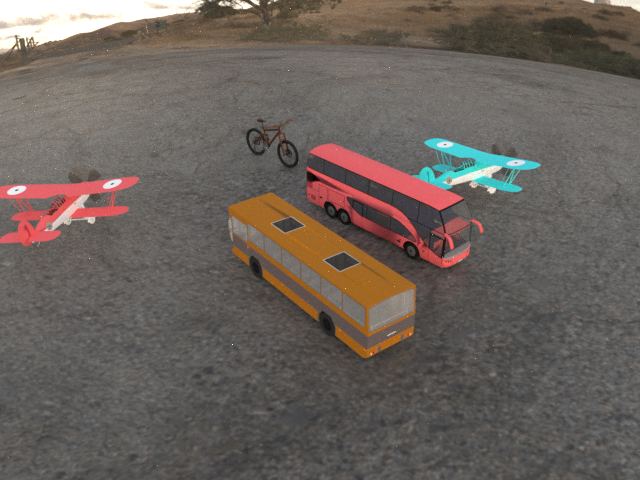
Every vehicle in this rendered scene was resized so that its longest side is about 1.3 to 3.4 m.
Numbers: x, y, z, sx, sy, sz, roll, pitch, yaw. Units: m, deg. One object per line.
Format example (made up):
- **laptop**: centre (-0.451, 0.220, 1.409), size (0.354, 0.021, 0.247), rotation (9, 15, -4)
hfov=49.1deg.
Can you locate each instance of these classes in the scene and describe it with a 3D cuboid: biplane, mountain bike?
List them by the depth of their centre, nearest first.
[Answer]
- **biplane**: centre (-4.181, -0.452, 11.101), size (2.598, 0.981, 2.120), rotation (5, 31, 9)
- **biplane**: centre (2.536, -1.215, 12.402), size (2.120, 0.981, 2.598), rotation (-19, 35, -28)
- **mountain bike**: centre (-0.959, -1.959, 13.785), size (1.469, 0.868, 0.573), rotation (25, 39, 36)

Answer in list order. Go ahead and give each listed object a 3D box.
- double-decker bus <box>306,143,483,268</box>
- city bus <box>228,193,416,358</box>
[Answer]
- **double-decker bus**: centre (1.061, -0.590, 11.266), size (0.756, 1.052, 3.251), rotation (-25, 39, -36)
- **city bus**: centre (-0.091, 0.409, 9.717), size (0.926, 0.894, 3.255), rotation (-21, 36, -31)
